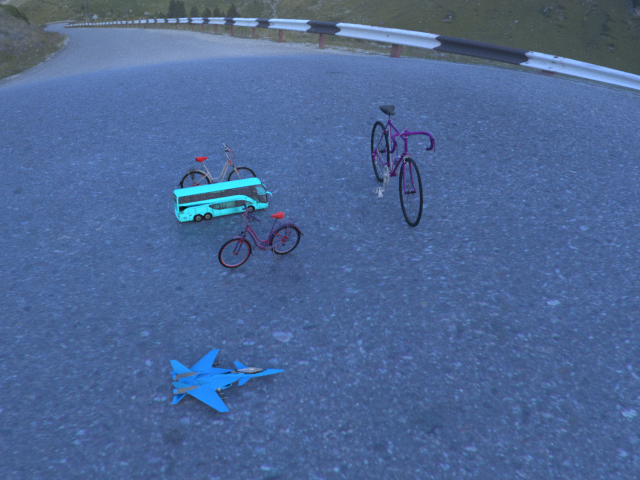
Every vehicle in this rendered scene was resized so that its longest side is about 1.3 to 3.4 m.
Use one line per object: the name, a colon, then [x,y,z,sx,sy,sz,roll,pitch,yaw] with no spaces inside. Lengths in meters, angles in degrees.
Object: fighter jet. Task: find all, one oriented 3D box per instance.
fighter jet: [-1.082,1.569,8.275,1.358,0.286,1.147,-6,30,-11]

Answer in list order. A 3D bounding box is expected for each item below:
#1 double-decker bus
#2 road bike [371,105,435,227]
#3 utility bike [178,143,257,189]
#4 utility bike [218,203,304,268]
double-decker bus: [-1.681,-0.705,12.128,1.672,0.541,0.389,-11,31,-19]
road bike: [1.318,-1.446,12.315,0.696,1.656,3.004,-6,29,-10]
utility bike: [-1.875,-1.244,12.685,1.435,0.946,0.535,-6,29,-11]
utility bike: [-0.857,-0.066,10.552,1.435,0.946,0.535,-15,32,-25]
